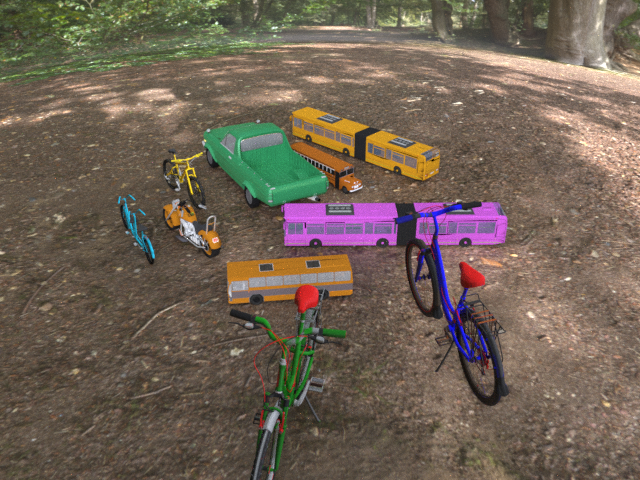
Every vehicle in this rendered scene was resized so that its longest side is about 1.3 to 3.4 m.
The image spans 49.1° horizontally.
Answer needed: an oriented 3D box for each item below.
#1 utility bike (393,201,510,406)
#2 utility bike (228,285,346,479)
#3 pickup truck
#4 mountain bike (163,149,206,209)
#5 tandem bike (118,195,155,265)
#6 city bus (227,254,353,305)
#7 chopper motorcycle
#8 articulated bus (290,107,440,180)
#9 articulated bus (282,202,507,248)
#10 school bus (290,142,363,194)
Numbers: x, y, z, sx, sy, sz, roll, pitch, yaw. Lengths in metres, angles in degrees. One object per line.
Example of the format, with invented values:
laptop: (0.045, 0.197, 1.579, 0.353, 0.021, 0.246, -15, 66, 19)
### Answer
utility bike: (1.423, 0.582, 8.033, 1.039, 1.839, 2.791, -8, 31, -13)
utility bike: (-0.216, 1.292, 6.811, 1.039, 1.839, 2.791, 6, 31, 10)
pickup truck: (-1.051, -1.463, 12.395, 1.244, 0.993, 3.117, -15, 33, -24)
mountain bike: (-2.341, -1.102, 11.898, 0.573, 0.868, 1.469, -21, 36, -31)
tandem bike: (-2.783, -0.212, 10.550, 0.283, 0.682, 1.642, -16, 34, -25)
city bus: (-0.413, 0.543, 9.473, 1.674, 0.460, 0.476, -4, 30, -6)
chopper motorcycle: (-1.973, -0.287, 10.601, 0.466, 0.761, 1.563, -22, 37, -33)
articulated bus: (0.787, -1.914, 13.601, 3.401, 0.561, 0.605, 25, 39, 36)
articulated bus: (1.107, -0.243, 10.724, 3.401, 0.561, 0.605, 0, 30, -1)
school bus: (0.093, -1.316, 12.697, 0.365, 0.434, 1.708, -24, 38, -35)
